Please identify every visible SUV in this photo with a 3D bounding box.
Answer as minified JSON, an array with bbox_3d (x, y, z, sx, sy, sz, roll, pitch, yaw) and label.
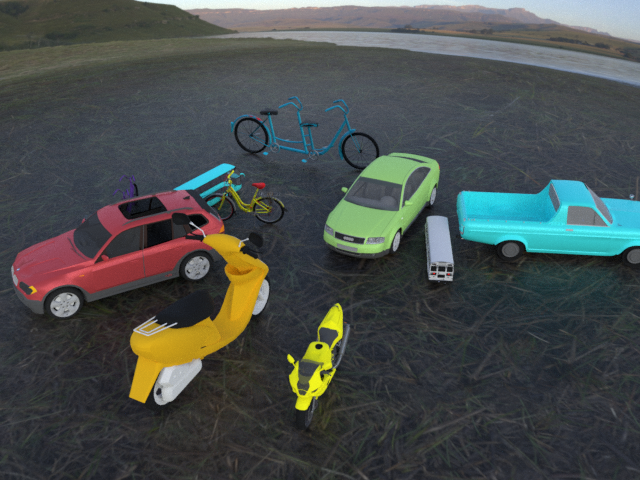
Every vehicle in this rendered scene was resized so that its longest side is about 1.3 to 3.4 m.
[{"bbox_3d":[-2.850,0.090,10.099,3.058,1.128,1.276,-16,34,-25],"label":"SUV"}]

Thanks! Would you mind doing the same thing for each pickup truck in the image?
[{"bbox_3d":[3.724,-0.353,11.005,3.117,0.993,1.244,3,30,5],"label":"pickup truck"}]

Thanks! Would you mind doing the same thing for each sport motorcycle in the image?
[{"bbox_3d":[-0.002,1.444,8.054,0.506,0.821,1.520,9,31,15],"label":"sport motorcycle"}]

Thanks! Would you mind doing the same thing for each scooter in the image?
[{"bbox_3d":[-1.348,0.716,8.351,1.288,1.786,2.721,15,33,24],"label":"scooter"}]

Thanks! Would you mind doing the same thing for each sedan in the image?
[{"bbox_3d":[1.093,-0.739,11.729,1.235,0.940,3.137,14,33,22],"label":"sedan"}]

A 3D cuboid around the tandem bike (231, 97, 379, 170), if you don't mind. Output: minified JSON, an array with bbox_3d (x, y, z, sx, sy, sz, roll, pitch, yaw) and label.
[{"bbox_3d":[-0.345,-2.175,13.838,3.192,1.326,0.550,11,32,18],"label":"tandem bike"}]

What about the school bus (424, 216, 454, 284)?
[{"bbox_3d":[1.824,0.083,10.808,0.365,0.434,1.708,3,30,5],"label":"school bus"}]

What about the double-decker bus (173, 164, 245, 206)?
[{"bbox_3d":[-1.998,-0.872,12.360,0.389,0.541,1.672,18,35,28],"label":"double-decker bus"}]

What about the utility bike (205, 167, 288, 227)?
[{"bbox_3d":[-1.258,-0.667,11.597,1.435,0.946,0.535,3,30,5],"label":"utility bike"}]

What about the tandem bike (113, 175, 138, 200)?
[{"bbox_3d":[-3.260,-0.614,11.771,0.283,0.682,1.642,-1,30,-1],"label":"tandem bike"}]
